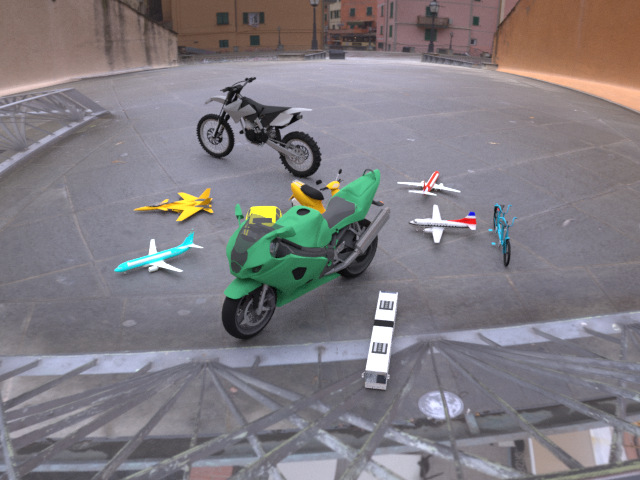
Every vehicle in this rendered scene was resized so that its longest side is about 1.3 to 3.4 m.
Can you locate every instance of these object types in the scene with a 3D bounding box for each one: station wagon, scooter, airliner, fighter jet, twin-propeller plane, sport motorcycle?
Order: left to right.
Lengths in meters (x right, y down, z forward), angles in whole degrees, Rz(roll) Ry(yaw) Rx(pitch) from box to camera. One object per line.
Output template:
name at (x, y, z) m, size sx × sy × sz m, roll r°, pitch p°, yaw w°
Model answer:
airliner at (-2.436, 0.177, 10.424) m, size 1.307 × 0.429 × 1.161 m, roll -17°, pitch 32°, yaw -28°
fighter jet at (-2.540, -0.641, 12.104) m, size 1.358 × 0.286 × 1.147 m, roll -4°, pitch 28°, yaw -8°
station wagon at (-0.887, -0.081, 10.861) m, size 0.682 × 0.473 × 1.597 m, roll -1°, pitch 28°, yaw -2°
sport motorcycle at (-0.170, 0.136, 9.266) m, size 0.983 × 1.596 × 2.955 m, roll 23°, pitch 36°, yaw 36°
scooter at (0.027, -0.694, 11.533) m, size 1.399 × 0.919 × 0.662 m, roll 21°, pitch 34°, yaw 34°
airliner at (2.030, -1.112, 12.832) m, size 1.161 × 0.429 × 1.307 m, roll 10°, pitch 30°, yaw 18°
twin-propeller plane at (1.981, -0.300, 11.338) m, size 1.095 × 0.407 × 1.370 m, roll 4°, pitch 28°, yaw 7°

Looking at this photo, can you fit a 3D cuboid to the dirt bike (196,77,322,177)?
dirt bike at (-1.257, -2.186, 13.527) m, size 2.903 × 1.666 × 1.024 m, roll 15°, pitch 32°, yaw 26°

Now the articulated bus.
articulated bus at (0.772, 1.196, 8.671) m, size 0.311 × 0.289 × 1.749 m, roll 5°, pitch 29°, yaw 9°

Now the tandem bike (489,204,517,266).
tandem bike at (2.841, -0.218, 10.894) m, size 0.283 × 0.682 × 1.642 m, roll 3°, pitch 28°, yaw 5°
